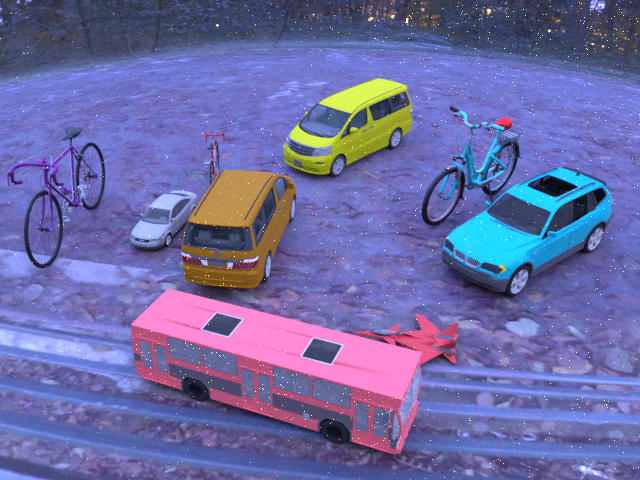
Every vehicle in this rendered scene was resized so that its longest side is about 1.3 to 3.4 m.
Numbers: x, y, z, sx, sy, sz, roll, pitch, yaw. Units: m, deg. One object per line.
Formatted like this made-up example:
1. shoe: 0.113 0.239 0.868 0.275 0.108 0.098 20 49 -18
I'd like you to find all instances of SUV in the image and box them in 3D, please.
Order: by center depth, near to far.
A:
1. SUV: 3.203 -0.242 10.602 3.058 1.128 1.276 -22 37 -33

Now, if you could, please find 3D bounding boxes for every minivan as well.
1. minivan: -1.162 -0.418 10.832 1.324 1.197 3.011 5 31 8
2. minivan: 0.588 -2.288 13.993 1.324 1.197 3.011 25 39 35

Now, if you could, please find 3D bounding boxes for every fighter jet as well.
1. fighter jet: 1.092 1.214 8.968 1.358 0.286 1.147 7 31 12

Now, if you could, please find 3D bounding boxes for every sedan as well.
1. sedan: -2.547 -0.393 11.490 0.635 0.483 1.613 9 32 14

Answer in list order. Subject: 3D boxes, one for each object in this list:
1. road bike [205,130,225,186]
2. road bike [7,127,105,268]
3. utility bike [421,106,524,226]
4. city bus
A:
1. road bike: -1.962 -1.478 12.963 0.358 0.852 1.545 -1 31 -2
2. road bike: -4.014 -0.836 11.088 0.696 1.656 3.004 3 31 5
3. utility bike: 2.721 -1.315 11.717 2.791 1.839 1.039 -26 39 -37
4. city bus: -0.527 1.461 7.952 3.255 0.894 0.926 12 33 19
